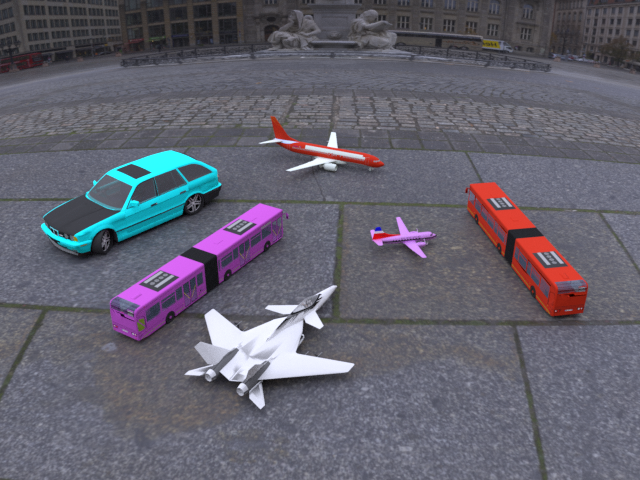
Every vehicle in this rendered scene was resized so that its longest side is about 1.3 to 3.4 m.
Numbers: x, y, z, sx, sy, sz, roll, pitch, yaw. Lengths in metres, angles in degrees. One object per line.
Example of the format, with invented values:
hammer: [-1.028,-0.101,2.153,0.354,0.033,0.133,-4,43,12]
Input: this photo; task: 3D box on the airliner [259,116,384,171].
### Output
airliner: [0.105,-1.937,14.126,2.541,0.835,2.257,12,32,21]

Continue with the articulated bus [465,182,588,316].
articulated bus: [3.110,0.020,10.931,0.605,0.561,3.401,-5,30,-8]

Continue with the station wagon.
station wagon: [-3.172,-0.740,11.914,1.327,0.920,3.105,23,37,35]

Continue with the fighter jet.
fighter jet: [-0.460,1.062,9.086,2.229,0.557,2.640,17,34,27]

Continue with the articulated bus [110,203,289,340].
articulated bus: [-1.654,0.359,10.330,0.605,0.561,3.401,17,33,27]

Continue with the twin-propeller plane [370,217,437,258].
twin-propeller plane: [1.369,-0.075,11.256,1.095,0.407,1.370,-6,30,-10]
